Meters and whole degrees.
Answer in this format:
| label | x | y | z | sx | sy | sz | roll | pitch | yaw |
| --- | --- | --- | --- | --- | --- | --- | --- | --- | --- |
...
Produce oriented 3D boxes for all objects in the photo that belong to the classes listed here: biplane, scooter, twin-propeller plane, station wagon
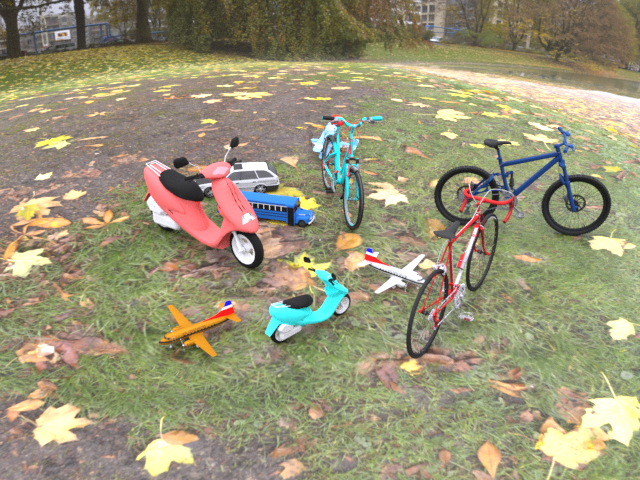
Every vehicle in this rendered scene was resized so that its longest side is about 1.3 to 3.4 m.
| label | x | y | z | sx | sy | sz | roll | pitch | yaw |
| --- | --- | --- | --- | --- | --- | --- | --- | --- | --- |
| biplane | 0.280 | -2.050 | 14.900 | 1.090 | 0.504 | 1.336 | 8 | 29 | 14 |
| scooter | -0.128 | 0.782 | 9.171 | 1.399 | 0.919 | 0.662 | -21 | 35 | -34 |
| twin-propeller plane | 1.115 | 0.432 | 10.368 | 1.095 | 0.407 | 1.370 | 19 | 34 | 31 |
| scooter | -1.906 | -0.684 | 10.990 | 2.721 | 1.786 | 1.288 | 21 | 35 | 34 |
| twin-propeller plane | -1.594 | 1.104 | 9.112 | 1.095 | 0.407 | 1.370 | -18 | 33 | -30 |
| station wagon | -1.585 | -1.177 | 13.302 | 1.597 | 0.473 | 0.682 | -5 | 29 | -9 |

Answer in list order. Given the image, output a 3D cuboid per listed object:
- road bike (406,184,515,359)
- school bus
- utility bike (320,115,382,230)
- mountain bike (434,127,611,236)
| label | x | y | z | sx | sy | sz | roll | pitch | yaw |
| --- | --- | --- | --- | --- | --- | --- | --- | --- | --- |
| road bike | 1.838 | 0.328 | 9.238 | 0.696 | 1.656 | 3.004 | 17 | 32 | 28 |
| school bus | -0.943 | -0.566 | 12.202 | 1.708 | 0.434 | 0.365 | 8 | 29 | 14 |
| utility bike | 0.464 | -1.440 | 12.347 | 1.039 | 1.839 | 2.791 | -6 | 29 | -11 |
| mountain bike | 3.342 | -0.920 | 11.535 | 2.857 | 1.688 | 1.114 | 6 | 29 | 11 |
